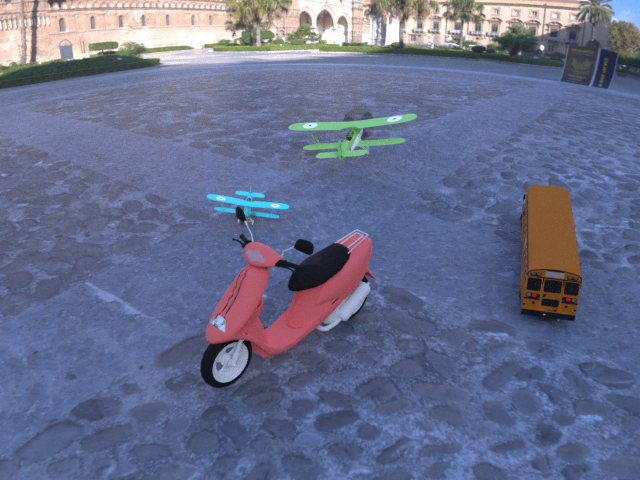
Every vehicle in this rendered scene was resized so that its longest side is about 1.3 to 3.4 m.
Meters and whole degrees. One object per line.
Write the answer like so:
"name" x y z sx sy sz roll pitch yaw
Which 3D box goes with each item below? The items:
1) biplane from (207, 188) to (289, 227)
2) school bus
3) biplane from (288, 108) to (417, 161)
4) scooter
"biplane" -1.177 -0.576 11.669 1.336 0.504 1.090 0 27 -1
"school bus" 3.291 0.018 10.152 0.709 0.844 3.322 7 28 13
"biplane" 0.554 -1.966 13.837 2.598 0.981 2.120 6 28 12
"scooter" -0.297 0.513 8.169 2.721 1.786 1.288 -24 35 -38
